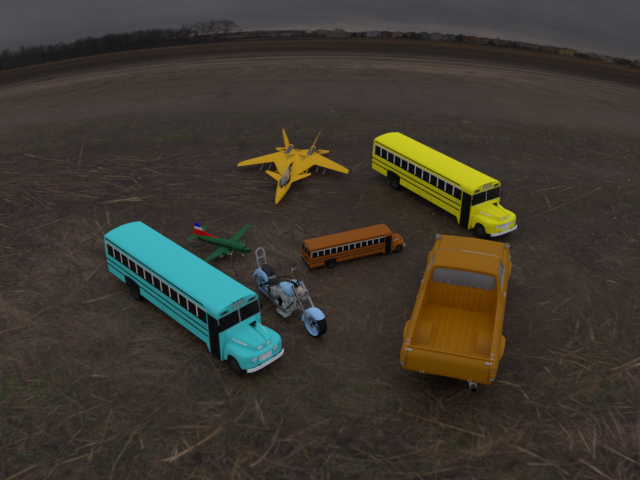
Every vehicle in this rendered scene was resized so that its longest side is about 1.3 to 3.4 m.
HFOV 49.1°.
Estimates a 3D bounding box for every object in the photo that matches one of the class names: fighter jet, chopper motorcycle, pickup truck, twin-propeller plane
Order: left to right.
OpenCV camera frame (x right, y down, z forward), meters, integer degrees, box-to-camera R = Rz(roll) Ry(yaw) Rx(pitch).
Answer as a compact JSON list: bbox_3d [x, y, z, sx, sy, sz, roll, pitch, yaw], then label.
[{"bbox_3d":[-1.584,-0.002,11.279,1.095,0.407,1.370,14,32,22],"label":"twin-propeller plane"},{"bbox_3d":[-0.435,0.714,9.665,0.466,0.761,1.563,-21,36,-32],"label":"chopper motorcycle"},{"bbox_3d":[-0.578,-1.450,13.669,2.229,0.557,2.640,5,30,8],"label":"fighter jet"},{"bbox_3d":[1.898,0.749,9.369,1.244,0.993,3.117,8,31,14],"label":"pickup truck"}]

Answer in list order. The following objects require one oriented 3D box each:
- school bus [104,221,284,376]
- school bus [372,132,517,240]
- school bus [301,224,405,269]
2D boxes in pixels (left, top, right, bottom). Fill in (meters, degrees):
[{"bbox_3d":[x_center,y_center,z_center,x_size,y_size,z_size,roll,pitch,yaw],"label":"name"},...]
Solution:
[{"bbox_3d":[-1.791,0.718,9.574,0.709,0.844,3.322,-26,39,-37],"label":"school bus"},{"bbox_3d":[2.189,-1.038,12.657,0.709,0.844,3.322,-18,34,-28],"label":"school bus"},{"bbox_3d":[0.555,0.082,11.104,1.708,0.434,0.365,-12,32,-20],"label":"school bus"}]
